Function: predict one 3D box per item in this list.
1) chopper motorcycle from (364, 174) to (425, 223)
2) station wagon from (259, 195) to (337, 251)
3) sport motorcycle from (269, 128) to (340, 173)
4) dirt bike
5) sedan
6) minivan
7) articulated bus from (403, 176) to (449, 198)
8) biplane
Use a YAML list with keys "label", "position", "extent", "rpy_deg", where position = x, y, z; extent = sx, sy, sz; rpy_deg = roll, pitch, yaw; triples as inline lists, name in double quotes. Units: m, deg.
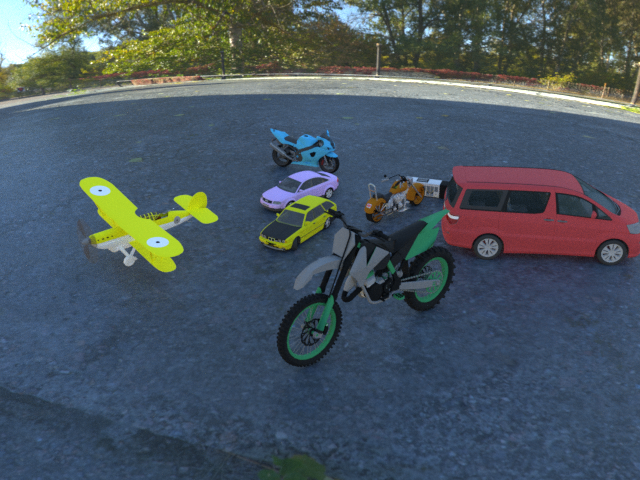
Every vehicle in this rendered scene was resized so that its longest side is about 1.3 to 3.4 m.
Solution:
- label: "chopper motorcycle"
  position: [1.325, -0.800, 12.099]
  extent: [0.466, 0.761, 1.563]
  rpy_deg: [22, 33, 38]
- label: "station wagon"
  position: [-0.341, -0.321, 11.438]
  extent: [0.682, 0.473, 1.597]
  rpy_deg: [15, 30, 29]
- label: "sport motorcycle"
  position: [-0.311, -1.808, 14.120]
  extent: [1.520, 0.821, 0.506]
  rpy_deg: [11, 28, 21]
- label: "dirt bike"
  position: [0.670, 0.446, 8.475]
  extent: [2.903, 1.666, 1.024]
  rpy_deg: [-19, 32, -35]
- label: "sedan"
  position: [-0.363, -0.939, 12.707]
  extent: [1.613, 0.483, 0.635]
  rpy_deg: [-22, 33, -38]
- label: "minivan"
  position: [3.434, -0.435, 10.842]
  extent: [3.011, 1.197, 1.324]
  rpy_deg: [3, 26, 5]
- label: "articulated bus"
  position: [2.387, -0.913, 12.877]
  extent: [1.749, 0.289, 0.311]
  rpy_deg: [9, 27, 18]
- label: "biplane"
  position: [-2.590, -0.219, 10.641]
  extent: [2.120, 0.981, 2.598]
  rpy_deg: [-21, 33, -37]
